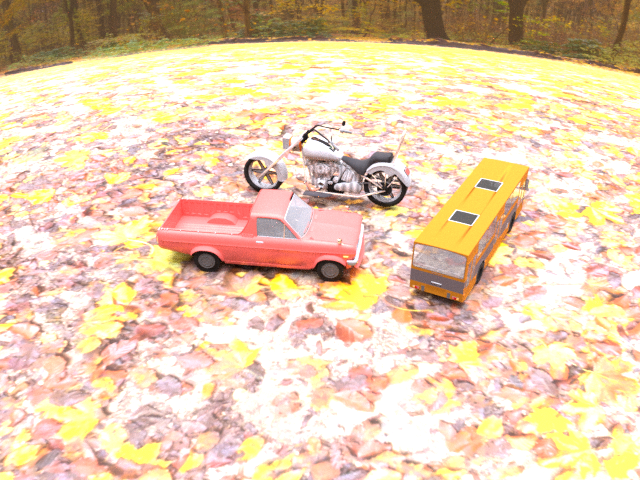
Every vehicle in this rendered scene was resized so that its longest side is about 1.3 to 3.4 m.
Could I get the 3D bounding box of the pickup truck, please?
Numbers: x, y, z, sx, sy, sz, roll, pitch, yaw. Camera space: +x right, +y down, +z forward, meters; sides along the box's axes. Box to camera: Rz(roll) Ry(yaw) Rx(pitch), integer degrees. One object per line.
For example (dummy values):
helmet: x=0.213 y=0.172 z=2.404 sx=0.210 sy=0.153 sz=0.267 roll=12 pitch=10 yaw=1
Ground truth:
pickup truck: x=-0.869 y=-0.179 z=10.698 sx=3.117 sy=0.993 sz=1.244 roll=4 pitch=31 yaw=7

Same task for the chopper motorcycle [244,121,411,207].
chopper motorcycle: x=0.102 y=-1.376 z=12.230 sx=3.040 sy=1.480 sz=0.906 roll=9 pitch=32 yaw=15

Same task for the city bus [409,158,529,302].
city bus: x=2.392 y=-0.224 z=10.869 sx=0.926 sy=0.894 sz=3.255 roll=16 pitch=34 yaw=24
